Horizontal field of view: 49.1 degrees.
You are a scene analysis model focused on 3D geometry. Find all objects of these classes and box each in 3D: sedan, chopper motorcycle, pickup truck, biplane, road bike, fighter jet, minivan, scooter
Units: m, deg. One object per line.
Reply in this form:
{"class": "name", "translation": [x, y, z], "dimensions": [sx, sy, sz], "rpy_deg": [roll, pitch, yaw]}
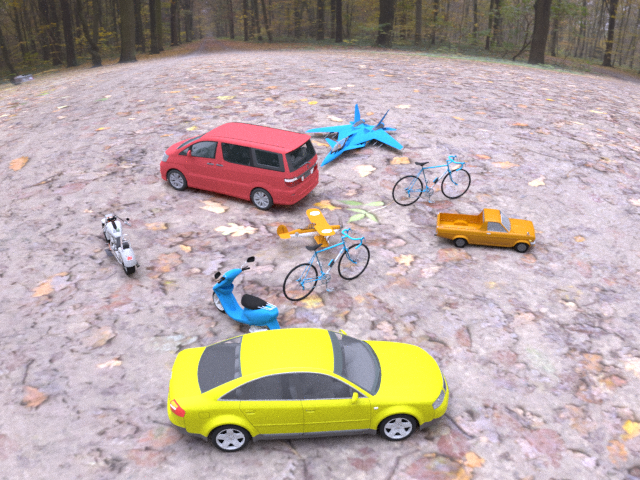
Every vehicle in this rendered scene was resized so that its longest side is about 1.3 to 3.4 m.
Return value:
{"class": "sedan", "translation": [-0.119, 1.547, 7.802], "dimensions": [3.137, 0.940, 1.235], "rpy_deg": [-2, 30, -4]}
{"class": "chopper motorcycle", "translation": [-3.136, -0.054, 10.800], "dimensions": [0.466, 0.761, 1.563], "rpy_deg": [-15, 33, -25]}
{"class": "pickup truck", "translation": [2.674, -0.205, 11.319], "dimensions": [1.603, 0.511, 0.640], "rpy_deg": [5, 30, 8]}
{"class": "biplane", "translation": [-0.156, -0.152, 11.232], "dimensions": [1.090, 0.504, 1.336], "rpy_deg": [-6, 30, -11]}
{"class": "road bike", "translation": [0.116, 0.347, 10.002], "dimensions": [1.545, 0.852, 0.358], "rpy_deg": [-19, 35, -30]}
{"class": "road bike", "translation": [2.007, -1.055, 12.470], "dimensions": [1.545, 0.852, 0.358], "rpy_deg": [-9, 31, -15]}
{"class": "fighter jet", "translation": [0.616, -2.182, 14.750], "dimensions": [2.229, 0.557, 2.640], "rpy_deg": [14, 32, 23]}
{"class": "minivan", "translation": [-1.544, -1.477, 12.862], "dimensions": [3.011, 1.197, 1.324], "rpy_deg": [14, 32, 23]}
{"class": "scooter", "translation": [-0.993, 0.774, 9.183], "dimensions": [0.662, 0.919, 1.399], "rpy_deg": [-26, 39, -37]}
